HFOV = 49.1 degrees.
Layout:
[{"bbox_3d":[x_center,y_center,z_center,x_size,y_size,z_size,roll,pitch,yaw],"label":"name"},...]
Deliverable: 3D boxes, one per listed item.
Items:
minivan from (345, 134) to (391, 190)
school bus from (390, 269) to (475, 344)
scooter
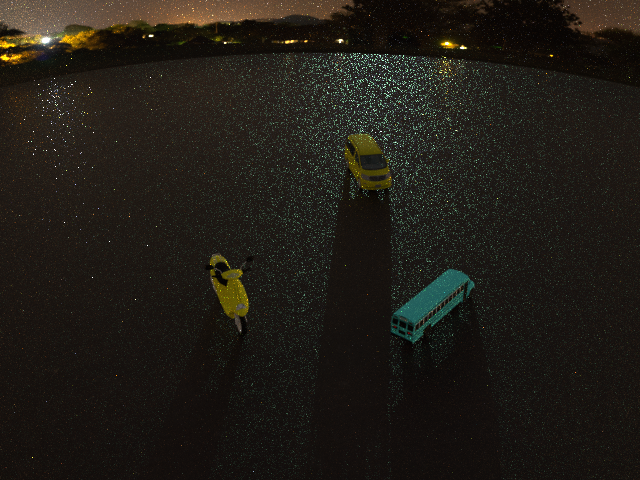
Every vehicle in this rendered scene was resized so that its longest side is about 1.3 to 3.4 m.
[{"bbox_3d":[0.914,-1.508,13.484,0.681,0.616,1.548,-6,30,-10],"label":"minivan"},{"bbox_3d":[1.579,0.840,9.504,0.365,0.434,1.708,22,36,33],"label":"school bus"},{"bbox_3d":[-1.237,0.592,9.450,0.662,0.919,1.399,-12,31,-20],"label":"scooter"}]
